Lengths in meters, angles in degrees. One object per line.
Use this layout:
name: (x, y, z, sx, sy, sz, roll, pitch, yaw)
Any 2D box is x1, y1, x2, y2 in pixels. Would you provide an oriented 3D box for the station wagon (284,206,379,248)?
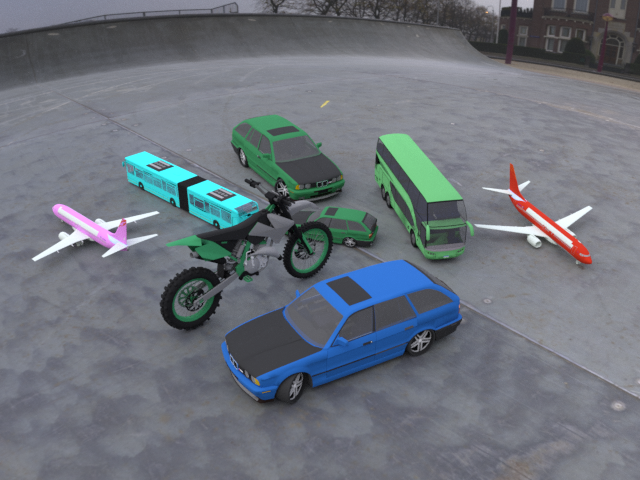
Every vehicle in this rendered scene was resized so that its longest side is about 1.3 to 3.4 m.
station wagon: (0.157, -0.276, 11.683, 1.597, 0.473, 0.682, 8, 30, 14)

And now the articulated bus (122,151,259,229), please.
articulated bus: (-2.400, -0.888, 12.695, 3.401, 0.561, 0.605, 25, 38, 37)

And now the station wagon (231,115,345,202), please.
station wagon: (-0.686, -1.708, 13.802, 1.327, 0.920, 3.105, -15, 32, -25)

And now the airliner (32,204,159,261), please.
airliner: (-3.780, -0.346, 11.437, 2.541, 0.835, 2.257, 25, 38, 38)

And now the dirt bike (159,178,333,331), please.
dirt bike: (-0.948, 0.135, 9.713, 2.903, 1.666, 1.024, -22, 36, -34)

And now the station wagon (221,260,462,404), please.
station wagon: (0.294, 1.029, 8.871, 3.105, 0.920, 1.327, -15, 33, -25)

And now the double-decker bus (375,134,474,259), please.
double-decker bus: (1.670, -0.796, 12.024, 0.756, 1.052, 3.251, -5, 29, -10)

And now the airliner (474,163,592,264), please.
airliner: (3.743, -0.437, 11.600, 2.257, 0.835, 2.541, -9, 30, -15)
